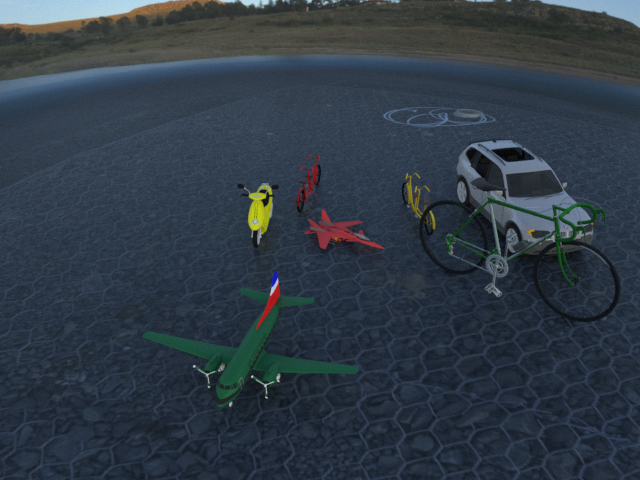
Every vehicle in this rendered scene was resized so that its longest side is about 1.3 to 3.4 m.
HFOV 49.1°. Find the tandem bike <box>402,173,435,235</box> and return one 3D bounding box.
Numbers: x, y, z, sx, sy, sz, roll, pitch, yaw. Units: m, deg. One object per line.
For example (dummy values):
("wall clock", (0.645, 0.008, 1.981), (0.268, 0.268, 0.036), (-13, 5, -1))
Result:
("tandem bike", (1.660, -0.670, 11.884), (0.283, 0.682, 1.642), (-6, 29, -10))

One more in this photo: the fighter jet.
("fighter jet", (0.455, -0.125, 11.285), (1.358, 0.286, 1.147), (18, 33, 30))

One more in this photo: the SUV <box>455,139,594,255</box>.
("SUV", (3.311, -0.796, 11.647), (1.276, 1.128, 3.058), (-7, 29, -12))

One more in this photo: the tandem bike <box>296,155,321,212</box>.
("tandem bike", (-0.197, -1.070, 12.630), (0.283, 0.682, 1.642), (7, 29, 12))

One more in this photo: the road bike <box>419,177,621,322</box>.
("road bike", (2.628, 0.035, 9.539), (3.004, 1.656, 0.696), (22, 35, 35))

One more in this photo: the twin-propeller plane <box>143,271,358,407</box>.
("twin-propeller plane", (-0.805, 1.170, 8.335), (2.663, 0.792, 2.129), (7, 29, 13))

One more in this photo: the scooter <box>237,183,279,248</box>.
("scooter", (-0.970, -0.550, 11.409), (0.662, 0.919, 1.399), (2, 28, 4))
